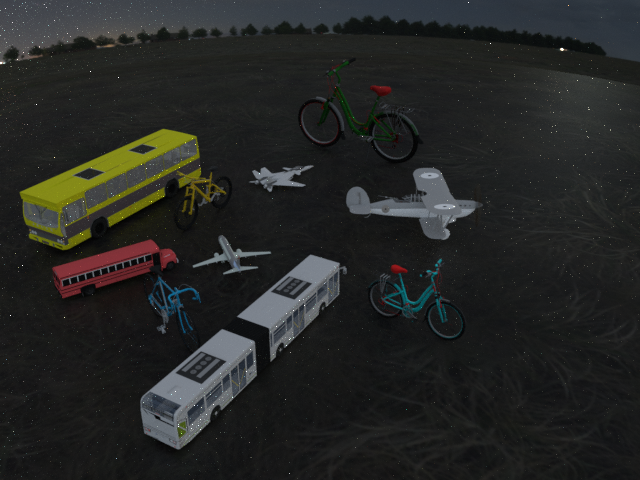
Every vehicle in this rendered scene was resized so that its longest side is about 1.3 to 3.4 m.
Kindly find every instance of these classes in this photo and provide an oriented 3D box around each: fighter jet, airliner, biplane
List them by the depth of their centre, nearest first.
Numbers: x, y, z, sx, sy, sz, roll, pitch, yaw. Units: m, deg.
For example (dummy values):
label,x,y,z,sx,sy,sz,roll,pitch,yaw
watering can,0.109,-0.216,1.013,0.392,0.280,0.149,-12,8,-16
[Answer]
label,x,y,z,sx,sy,sz,roll,pitch,yaw
airliner,-1.329,0.134,10.296,1.161,0.429,1.307,-10,30,-18
biplane,1.471,-0.541,10.951,2.120,0.981,2.598,1,29,1
fighter jet,-0.613,-1.270,12.997,1.358,0.286,1.147,-25,38,-38

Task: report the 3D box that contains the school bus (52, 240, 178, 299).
label,x,y,z,sx,sy,sz,roll,pitch,yaw
school bus,-2.841,0.375,9.851,1.708,0.434,0.365,-18,34,-29

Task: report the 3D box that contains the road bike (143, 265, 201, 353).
label,x,y,z,sx,sy,sz,roll,pitch,yaw
road bike,-1.863,0.794,8.656,0.358,0.852,1.545,-20,34,-32

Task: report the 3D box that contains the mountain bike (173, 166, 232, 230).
label,x,y,z,sx,sy,sz,roll,pitch,yaw
mountain bike,-1.908,-0.759,11.463,0.573,0.868,1.469,16,33,26

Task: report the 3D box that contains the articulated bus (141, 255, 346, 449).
label,x,y,z,sx,sy,sz,roll,pitch,yaw
articulated bus,-0.758,1.158,8.296,0.605,0.561,3.401,16,32,26

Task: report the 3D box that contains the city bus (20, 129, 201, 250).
label,x,y,z,sx,sy,sz,roll,pitch,yaw
city bus,-3.343,-0.900,11.693,0.926,0.894,3.255,16,32,26

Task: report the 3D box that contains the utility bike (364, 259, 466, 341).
label,x,y,z,sx,sy,sz,roll,pitch,yaw
utility bike,1.208,0.670,8.785,1.435,0.946,0.535,18,34,30

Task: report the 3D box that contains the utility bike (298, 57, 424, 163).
label,x,y,z,sx,sy,sz,roll,pitch,yaw
utility bike,0.695,-2.458,13.545,2.791,1.839,1.039,16,33,27
